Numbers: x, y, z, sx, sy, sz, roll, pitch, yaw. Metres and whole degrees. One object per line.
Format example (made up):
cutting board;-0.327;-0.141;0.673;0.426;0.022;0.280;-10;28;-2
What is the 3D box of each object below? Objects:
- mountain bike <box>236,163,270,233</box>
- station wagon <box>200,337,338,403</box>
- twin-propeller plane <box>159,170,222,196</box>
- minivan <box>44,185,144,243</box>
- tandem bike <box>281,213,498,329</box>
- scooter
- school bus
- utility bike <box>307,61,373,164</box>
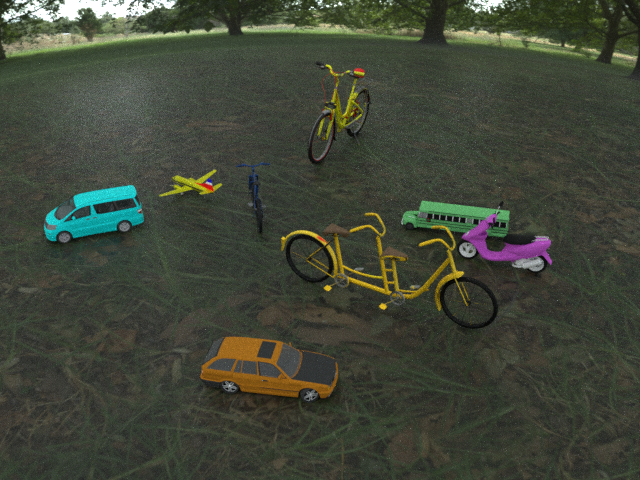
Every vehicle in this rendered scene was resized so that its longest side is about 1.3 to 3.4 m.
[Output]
mountain bike;-1.070;-0.756;11.665;0.573;0.868;1.469;-5;31;-9
station wagon;-0.582;1.475;8.228;1.597;0.473;0.682;5;31;8
twin-propeller plane;-2.300;-1.037;12.604;1.095;0.407;1.370;21;36;32
minivan;-3.688;-0.438;11.369;1.548;0.616;0.681;-12;32;-19
tandem bike;0.851;0.296;9.405;3.192;1.326;0.550;15;33;24
scooter;2.740;-0.012;10.337;1.399;0.919;0.662;12;32;20
school bus;2.191;-0.335;11.373;1.708;0.434;0.365;8;31;13
utility bike;0.536;-2.679;14.000;1.039;1.839;2.791;15;33;24
